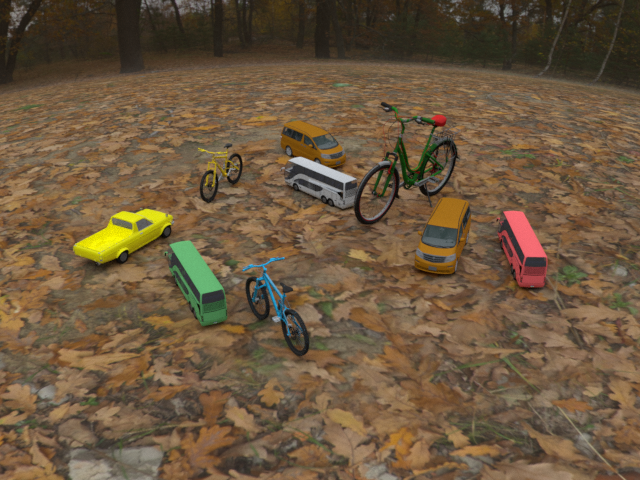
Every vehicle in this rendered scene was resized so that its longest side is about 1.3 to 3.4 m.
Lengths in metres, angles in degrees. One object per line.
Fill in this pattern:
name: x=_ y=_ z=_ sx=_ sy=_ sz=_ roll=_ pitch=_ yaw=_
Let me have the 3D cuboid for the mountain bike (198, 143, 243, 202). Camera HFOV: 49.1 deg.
mountain bike: x=-1.742 y=-1.259 z=12.393 sx=0.573 sy=0.868 sz=1.469 roll=10 pitch=29 yaw=20

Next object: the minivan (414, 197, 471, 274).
minivan: x=1.835 y=-0.073 z=10.328 sx=0.681 sy=0.616 sz=1.548 roll=9 pitch=28 yaw=18

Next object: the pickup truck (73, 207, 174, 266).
pickup truck: x=-2.916 y=-0.110 z=10.516 sx=0.640 sy=0.511 sz=1.603 roll=14 pitch=30 yaw=26

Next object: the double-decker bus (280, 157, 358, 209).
double-decker bus: x=-0.022 y=-1.028 z=12.298 sx=0.389 sy=0.541 sz=1.672 roll=-22 pitch=34 yaw=-36

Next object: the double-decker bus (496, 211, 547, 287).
double-decker bus: x=2.891 y=0.088 z=10.092 sx=0.389 sy=0.541 sz=1.672 roll=1 pitch=27 yaw=2

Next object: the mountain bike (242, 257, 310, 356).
mountain bike: x=-0.536 y=0.762 z=8.396 sx=0.573 sy=0.868 sz=1.469 roll=-16 pitch=31 yaw=-29

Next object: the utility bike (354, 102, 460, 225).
utility bike: x=1.589 y=-1.327 z=11.451 sx=1.039 sy=1.839 sz=2.791 roll=24 pitch=35 yaw=38

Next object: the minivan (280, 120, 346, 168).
minivan: x=-0.137 y=-1.902 z=13.943 sx=0.681 sy=0.616 sz=1.548 roll=-20 pitch=33 yaw=-34

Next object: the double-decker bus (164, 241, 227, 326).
double-decker bus: x=-1.650 y=0.522 z=9.235 sx=0.389 sy=0.541 sz=1.672 roll=-12 pitch=29 yaw=-23
